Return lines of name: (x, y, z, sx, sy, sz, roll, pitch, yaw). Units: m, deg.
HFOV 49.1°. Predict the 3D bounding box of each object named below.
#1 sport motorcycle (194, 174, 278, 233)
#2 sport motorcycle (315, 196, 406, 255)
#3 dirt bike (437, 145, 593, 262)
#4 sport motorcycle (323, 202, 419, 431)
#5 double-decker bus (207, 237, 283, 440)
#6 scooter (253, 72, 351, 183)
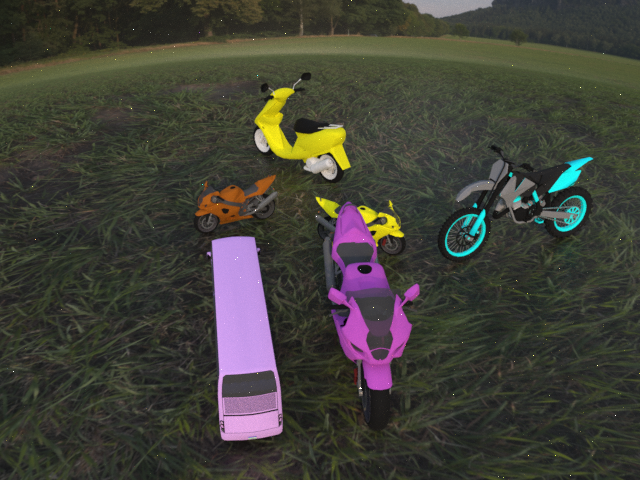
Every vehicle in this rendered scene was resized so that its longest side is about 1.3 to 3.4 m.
sport motorcycle: (-1.418, -0.612, 11.776, 1.520, 0.821, 0.506, -15, 33, -26)
sport motorcycle: (0.637, -0.230, 11.088, 1.520, 0.821, 0.506, 11, 31, 20)
dirt bike: (3.128, -0.582, 10.853, 2.903, 1.666, 1.024, -12, 31, -20)
sport motorcycle: (0.509, 0.817, 8.406, 0.983, 1.596, 2.955, -2, 29, -4)
double-decker bus: (-0.971, 1.010, 8.618, 0.756, 1.052, 3.251, -5, 29, -8)
scooter: (-0.436, -2.221, 13.679, 1.288, 1.786, 2.721, -25, 38, -37)
